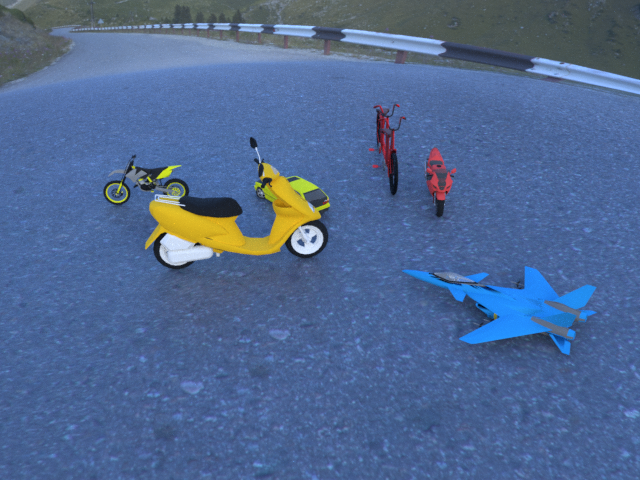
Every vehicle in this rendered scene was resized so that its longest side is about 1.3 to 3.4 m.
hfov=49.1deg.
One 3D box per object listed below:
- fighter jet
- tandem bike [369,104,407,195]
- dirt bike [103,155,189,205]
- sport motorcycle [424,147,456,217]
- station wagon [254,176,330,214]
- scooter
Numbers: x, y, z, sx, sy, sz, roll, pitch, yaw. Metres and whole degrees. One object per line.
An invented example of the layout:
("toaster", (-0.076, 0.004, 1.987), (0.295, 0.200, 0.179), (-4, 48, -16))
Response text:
("fighter jet", (2.272, 0.652, 9.465), (2.640, 0.557, 2.229), (18, 33, 31))
("tandem bike", (1.306, -2.003, 13.665), (0.550, 1.326, 3.192), (-1, 28, -1))
("dirt bike", (-3.074, -1.024, 12.314), (1.493, 0.857, 0.527), (-3, 28, -6))
("sport motorcycle", (2.074, -1.035, 12.374), (0.506, 0.821, 1.520), (1, 28, 2))
("station wagon", (-0.528, -0.869, 12.431), (0.682, 0.473, 1.597), (-21, 35, -34))
("scooter", (-1.211, -0.442, 10.219), (2.721, 1.786, 1.288), (-5, 28, -9))
